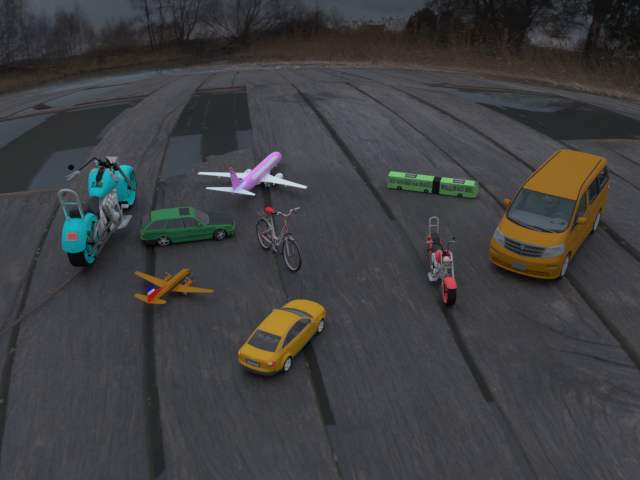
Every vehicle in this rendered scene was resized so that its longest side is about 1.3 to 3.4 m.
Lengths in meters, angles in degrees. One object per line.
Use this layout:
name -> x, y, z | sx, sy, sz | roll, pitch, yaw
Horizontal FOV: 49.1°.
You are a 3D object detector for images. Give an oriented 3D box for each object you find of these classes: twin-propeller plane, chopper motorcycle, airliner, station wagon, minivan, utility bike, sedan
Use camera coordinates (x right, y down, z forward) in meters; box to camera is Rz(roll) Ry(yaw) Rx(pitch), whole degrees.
twin-propeller plane -> -2.211, 0.633, 10.294 | 1.370, 0.407, 1.095 | 12, 31, 20
chopper motorcycle -> -3.634, -0.735, 11.694 | 0.906, 1.480, 3.040 | 1, 28, 2
airliner -> -1.239, -1.450, 13.693 | 2.257, 0.835, 2.541 | 9, 30, 16
station wagon -> -2.252, -0.281, 11.912 | 1.597, 0.473, 0.682 | -6, 29, -12
chopper motorcycle -> 1.827, 0.301, 10.535 | 0.466, 0.761, 1.563 | -2, 28, -3
minivan -> 3.837, -0.478, 11.516 | 1.324, 1.197, 3.011 | 18, 33, 29
utility bike -> -0.638, -0.131, 11.140 | 0.535, 0.946, 1.435 | -18, 33, -29
sedan -> -0.462, 1.185, 9.193 | 0.635, 0.483, 1.613 | 14, 31, 24

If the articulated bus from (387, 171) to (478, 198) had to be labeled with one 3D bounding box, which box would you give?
articulated bus -> 2.168, -1.075, 13.575 | 1.749, 0.289, 0.311 | 8, 30, 15
